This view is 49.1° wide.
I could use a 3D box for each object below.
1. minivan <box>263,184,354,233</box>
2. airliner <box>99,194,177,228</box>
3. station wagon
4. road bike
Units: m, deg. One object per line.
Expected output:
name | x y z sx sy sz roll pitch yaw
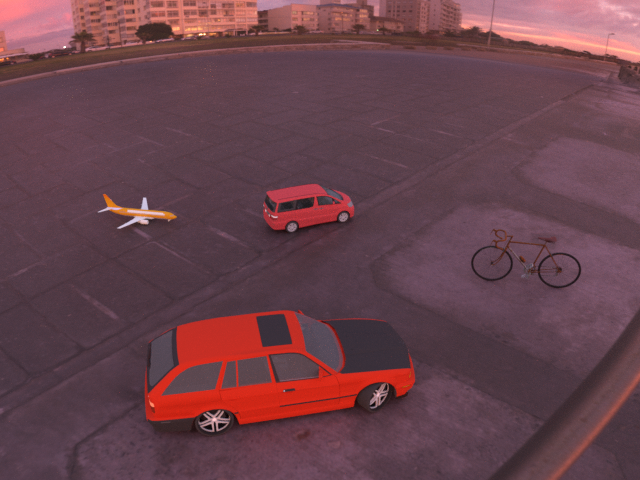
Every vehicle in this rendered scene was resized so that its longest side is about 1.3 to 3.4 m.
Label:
minivan | -0.172 -0.597 11.896 1.548 0.616 0.681 -12 32 -20
airliner | -3.093 -0.547 11.997 1.307 0.429 1.161 5 30 8
station wagon | -0.451 1.389 8.088 3.105 0.920 1.327 -6 30 -10
road bike | 2.984 0.281 10.110 1.545 0.852 0.358 6 30 10
